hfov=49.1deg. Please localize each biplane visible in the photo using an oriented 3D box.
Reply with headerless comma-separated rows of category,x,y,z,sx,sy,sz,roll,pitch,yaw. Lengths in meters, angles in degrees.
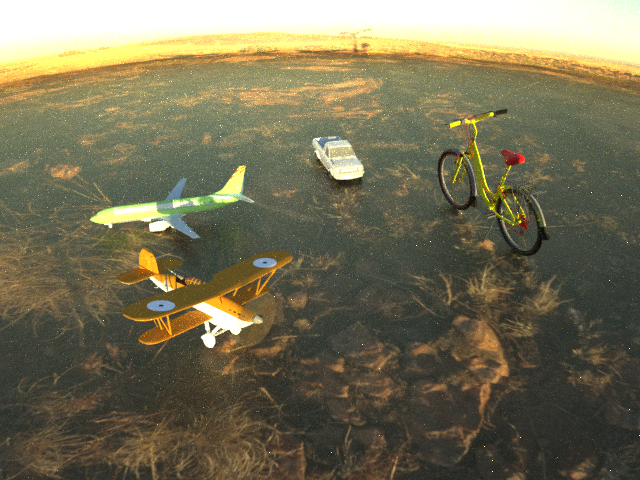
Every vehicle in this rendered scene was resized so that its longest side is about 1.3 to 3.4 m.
biplane,-1.481,0.643,8.594,2.120,0.981,2.598,20,34,32

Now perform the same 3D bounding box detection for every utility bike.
utility bike,2.492,-0.930,10.575,1.039,1.839,2.791,-12,31,-21

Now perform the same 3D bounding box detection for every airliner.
airliner,-2.379,-0.681,11.166,2.541,0.835,2.257,-7,29,-13

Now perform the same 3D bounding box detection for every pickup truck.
pickup truck,0.323,-1.610,13.201,0.640,0.511,1.603,-8,30,-13
